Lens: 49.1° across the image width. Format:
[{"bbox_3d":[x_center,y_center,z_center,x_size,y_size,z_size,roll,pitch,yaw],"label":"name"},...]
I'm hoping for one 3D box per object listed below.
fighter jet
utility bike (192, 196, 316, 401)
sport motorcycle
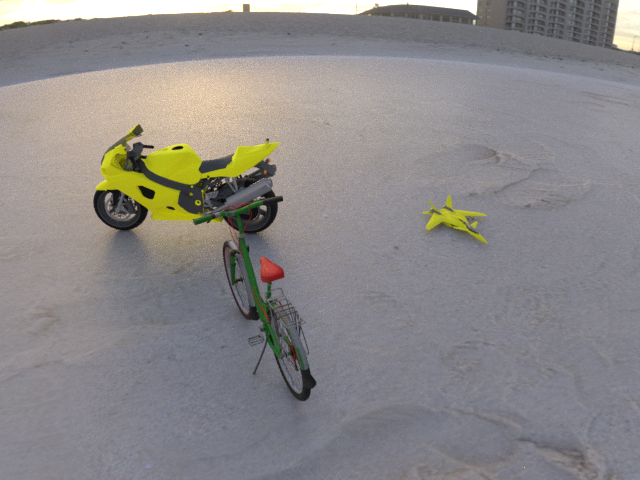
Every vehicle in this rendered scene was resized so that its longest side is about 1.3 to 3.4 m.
[{"bbox_3d":[2.244,-0.310,11.117,1.147,0.286,1.358,-13,31,-23],"label":"fighter jet"},{"bbox_3d":[-0.753,0.555,7.859,1.039,1.839,2.791,-12,31,-21],"label":"utility bike"},{"bbox_3d":[-2.066,-0.853,10.742,2.955,1.596,0.983,1,28,2],"label":"sport motorcycle"}]
